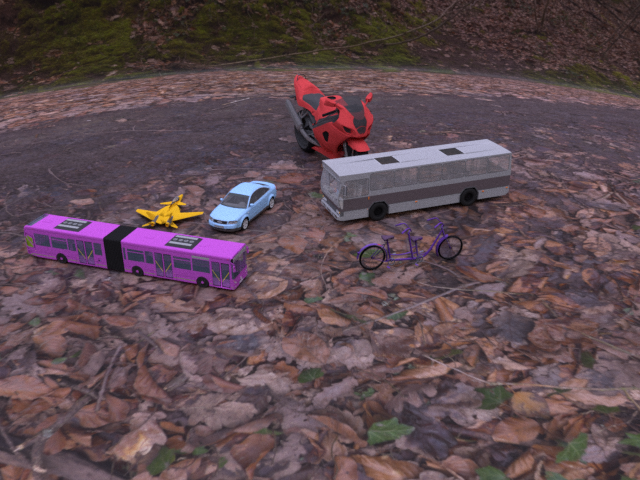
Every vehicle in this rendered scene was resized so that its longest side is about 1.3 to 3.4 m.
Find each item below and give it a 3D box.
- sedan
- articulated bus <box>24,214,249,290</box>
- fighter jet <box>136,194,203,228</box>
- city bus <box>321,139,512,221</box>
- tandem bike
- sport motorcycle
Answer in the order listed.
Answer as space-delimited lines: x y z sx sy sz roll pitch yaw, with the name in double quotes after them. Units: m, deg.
-1.277 -0.626 11.693 0.635 0.483 1.613 11 29 21 "sedan"
-2.662 0.149 10.053 3.401 0.561 0.605 8 28 16 "articulated bus"
-2.518 -0.589 11.840 1.147 0.286 1.358 3 27 5 "fighter jet"
1.666 -1.021 12.026 3.255 0.894 0.926 -10 28 -18 "city bus"
1.315 0.059 10.096 1.642 0.682 0.283 -7 27 -13 "tandem bike"
0.190 -2.199 13.600 0.983 1.596 2.955 -13 29 -23 "sport motorcycle"
